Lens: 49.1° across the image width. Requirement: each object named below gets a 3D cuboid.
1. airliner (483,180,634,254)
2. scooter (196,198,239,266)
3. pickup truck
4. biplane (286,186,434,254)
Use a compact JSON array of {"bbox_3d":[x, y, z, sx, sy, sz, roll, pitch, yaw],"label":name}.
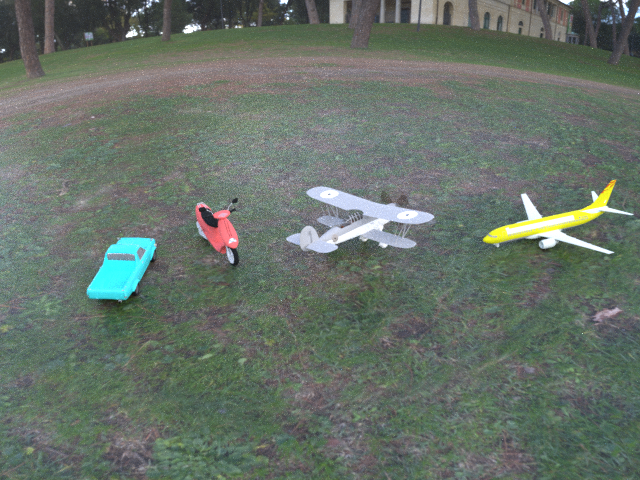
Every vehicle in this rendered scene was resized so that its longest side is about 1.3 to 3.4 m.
[{"bbox_3d":[3.783,-0.422,11.443,2.541,0.835,2.257,-11,31,-18],"label":"airliner"},{"bbox_3d":[-1.634,-0.235,11.021,0.662,0.919,1.399,-17,34,-28],"label":"scooter"},{"bbox_3d":[-2.905,0.373,10.350,0.640,0.511,1.603,2,29,3],"label":"pickup truck"},{"bbox_3d":[0.477,-0.223,10.936,2.120,0.981,2.598,-23,37,-36],"label":"biplane"}]
